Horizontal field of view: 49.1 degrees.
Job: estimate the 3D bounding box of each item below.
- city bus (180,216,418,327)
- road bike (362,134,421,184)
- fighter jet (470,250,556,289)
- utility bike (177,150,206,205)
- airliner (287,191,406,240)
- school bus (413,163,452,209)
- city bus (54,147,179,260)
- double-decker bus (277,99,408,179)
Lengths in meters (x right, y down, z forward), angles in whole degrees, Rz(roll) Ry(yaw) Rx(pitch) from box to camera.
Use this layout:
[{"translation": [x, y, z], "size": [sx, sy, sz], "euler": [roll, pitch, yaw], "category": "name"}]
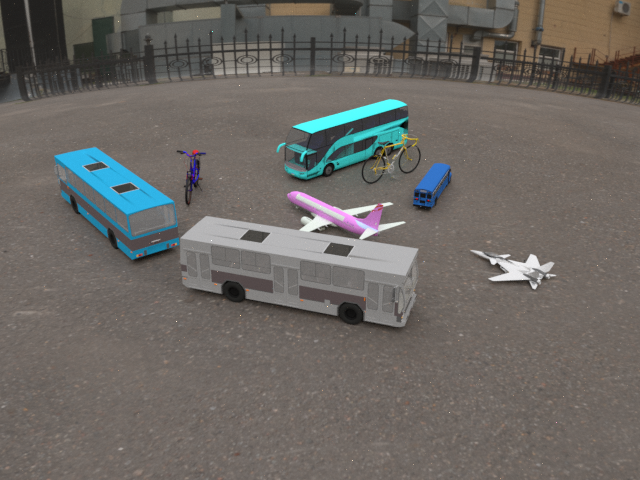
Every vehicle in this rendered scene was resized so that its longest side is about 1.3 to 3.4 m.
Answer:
[{"translation": [-0.312, 0.438, 9.762], "size": [3.255, 0.894, 0.926], "euler": [9, 28, 17], "category": "city bus"}, {"translation": [1.435, -1.626, 13.894], "size": [1.545, 0.852, 0.358], "euler": [-18, 32, -31], "category": "road bike"}, {"translation": [2.861, 0.313, 10.683], "size": [1.147, 0.286, 1.358], "euler": [-23, 35, -37], "category": "fighter jet"}, {"translation": [-2.346, -1.289, 13.123], "size": [0.535, 0.946, 1.435], "euler": [0, 27, 0], "category": "utility bike"}, {"translation": [0.209, -0.596, 11.874], "size": [2.257, 0.835, 2.541], "euler": [-20, 33, -34], "category": "airliner"}, {"translation": [2.156, -1.058, 13.233], "size": [0.365, 0.434, 1.708], "euler": [10, 29, 20], "category": "school bus"}, {"translation": [-3.530, -0.665, 11.945], "size": [0.926, 0.894, 3.255], "euler": [-19, 32, -33], "category": "city bus"}, {"translation": [0.578, -2.114, 14.638], "size": [3.251, 1.052, 0.756], "euler": [-23, 35, -38], "category": "double-decker bus"}]
